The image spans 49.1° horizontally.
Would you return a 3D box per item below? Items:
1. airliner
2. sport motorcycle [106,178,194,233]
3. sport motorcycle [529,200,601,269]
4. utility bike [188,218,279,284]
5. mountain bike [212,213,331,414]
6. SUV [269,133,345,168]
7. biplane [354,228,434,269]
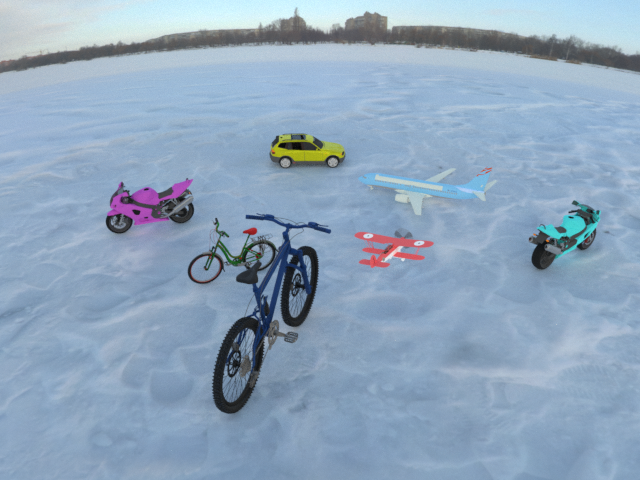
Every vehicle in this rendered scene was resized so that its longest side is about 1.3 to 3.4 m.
[{"bbox_3d":[1.883,-1.133,12.806,2.541,0.835,2.257,12,31,22],"label":"airliner"},{"bbox_3d":[-2.855,-0.580,11.793,1.520,0.821,0.506,-11,30,-20],"label":"sport motorcycle"},{"bbox_3d":[3.821,-0.069,10.844,1.520,0.821,0.506,-19,34,-31],"label":"sport motorcycle"},{"bbox_3d":[-1.246,0.168,10.272,1.435,0.946,0.535,-13,31,-23],"label":"utility bike"},{"bbox_3d":[-0.572,0.743,8.420,1.114,1.688,2.857,10,30,19],"label":"mountain bike"},{"bbox_3d":[-0.258,-1.864,14.433,1.572,0.580,0.656,-1,28,-2],"label":"SUV"},{"bbox_3d":[1.030,0.181,10.714,1.336,0.504,1.090,18,33,29],"label":"biplane"}]
